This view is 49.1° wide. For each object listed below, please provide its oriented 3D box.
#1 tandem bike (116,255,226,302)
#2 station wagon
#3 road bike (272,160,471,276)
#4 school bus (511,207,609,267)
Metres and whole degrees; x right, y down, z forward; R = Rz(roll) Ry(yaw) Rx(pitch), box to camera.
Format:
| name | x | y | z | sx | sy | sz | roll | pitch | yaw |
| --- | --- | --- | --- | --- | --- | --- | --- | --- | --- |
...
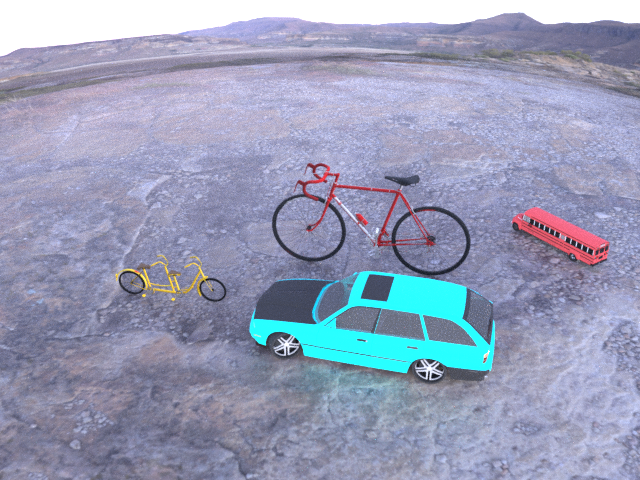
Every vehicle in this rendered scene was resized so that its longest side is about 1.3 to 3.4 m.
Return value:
| name | x | y | z | sx | sy | sz | roll | pitch | yaw |
| --- | --- | --- | --- | --- | --- | --- | --- | --- | --- |
| tandem bike | -2.127 | 0.535 | 9.909 | 1.642 | 0.682 | 0.283 | 5 | 30 | 8 |
| station wagon | 0.650 | 0.964 | 8.912 | 3.105 | 0.920 | 1.327 | 7 | 30 | 13 |
| road bike | 0.728 | -0.289 | 10.372 | 3.004 | 1.656 | 0.697 | 6 | 30 | 11 |
| school bus | 3.817 | -0.103 | 11.281 | 0.365 | 0.434 | 1.708 | -18 | 34 | -29 |
